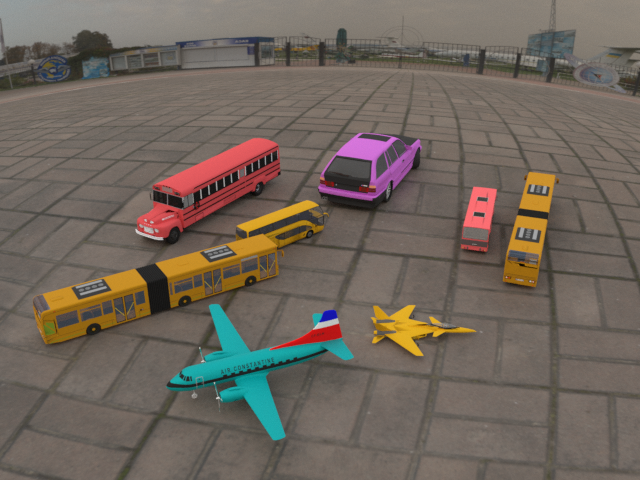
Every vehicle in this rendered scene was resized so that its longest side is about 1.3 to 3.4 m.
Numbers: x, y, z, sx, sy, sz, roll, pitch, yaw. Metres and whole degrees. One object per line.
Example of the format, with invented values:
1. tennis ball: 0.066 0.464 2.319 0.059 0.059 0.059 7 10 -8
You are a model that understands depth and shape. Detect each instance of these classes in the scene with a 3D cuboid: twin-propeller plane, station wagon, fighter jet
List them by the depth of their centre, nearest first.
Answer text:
1. twin-propeller plane: -0.717 1.319 8.035 2.129 0.792 2.663 -10 29 -19
2. fighter jet: 1.344 1.092 9.029 1.358 0.286 1.147 1 27 2
3. station wagon: 1.062 -1.575 13.523 1.327 0.920 3.105 11 29 21

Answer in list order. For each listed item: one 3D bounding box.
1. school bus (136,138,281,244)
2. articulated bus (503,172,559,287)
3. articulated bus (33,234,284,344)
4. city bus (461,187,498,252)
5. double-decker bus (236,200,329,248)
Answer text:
1. school bus: -1.905 -0.929 12.351 0.709 0.844 3.322 16 31 28
2. articulated bus: 3.450 -0.273 11.382 0.605 0.561 3.401 10 29 18
3. articulated bus: -2.119 0.620 9.646 3.401 0.561 0.605 -16 31 -28
4. city bus: 2.653 -0.347 11.639 0.476 0.460 1.674 8 28 15
5. double-decker bus: -0.598 -0.192 11.248 1.672 0.541 0.389 -23 35 -37
